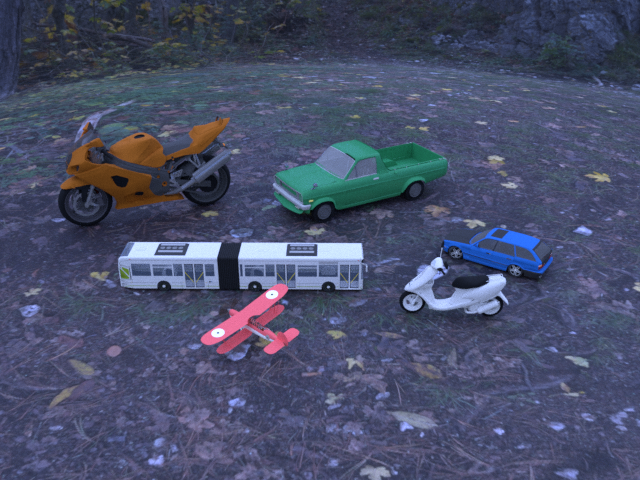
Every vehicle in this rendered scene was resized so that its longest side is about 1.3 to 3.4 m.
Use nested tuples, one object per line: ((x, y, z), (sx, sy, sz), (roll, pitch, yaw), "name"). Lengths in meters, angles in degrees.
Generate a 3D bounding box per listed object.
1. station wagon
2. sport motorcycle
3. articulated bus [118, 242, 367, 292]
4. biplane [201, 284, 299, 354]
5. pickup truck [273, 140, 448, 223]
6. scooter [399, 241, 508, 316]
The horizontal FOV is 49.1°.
((2.614, 0.101, 10.405), (1.597, 0.473, 0.682), (17, 32, 30), "station wagon")
((-2.873, -1.168, 11.651), (2.955, 1.596, 0.983), (-12, 29, -22), "sport motorcycle")
((-1.057, 0.364, 9.793), (3.401, 0.561, 0.605), (0, 27, 1), "articulated bus")
((-0.780, 1.068, 8.481), (1.090, 0.504, 1.336), (23, 35, 38), "biplane")
((0.741, -1.202, 12.380), (3.117, 0.993, 1.244), (-15, 31, -26), "pickup truck")
((1.737, 0.565, 9.008), (1.399, 0.919, 0.662), (2, 27, 4), "scooter")
